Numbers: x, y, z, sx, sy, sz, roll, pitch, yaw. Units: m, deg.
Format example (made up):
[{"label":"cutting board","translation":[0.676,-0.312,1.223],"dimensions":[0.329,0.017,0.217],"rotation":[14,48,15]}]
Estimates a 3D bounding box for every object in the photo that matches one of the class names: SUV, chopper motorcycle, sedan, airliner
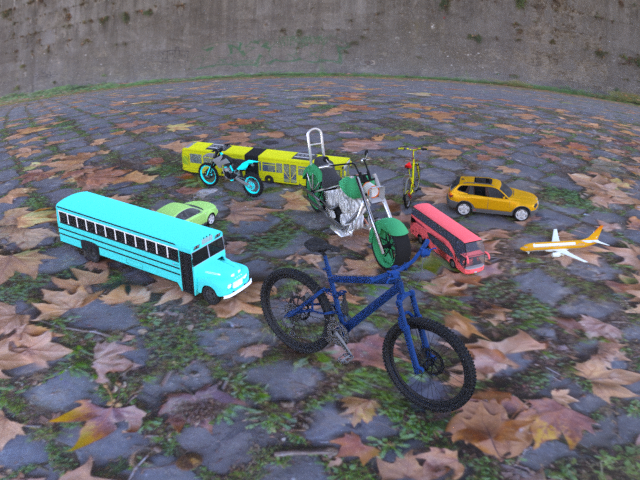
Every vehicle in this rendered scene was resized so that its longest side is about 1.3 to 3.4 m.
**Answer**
[{"label":"SUV","translation":[3.003,-0.759,12.186],"dimensions":[1.572,0.580,0.656],"rotation":[6,27,13]},{"label":"chopper motorcycle","translation":[0.507,-0.698,11.028],"dimensions":[0.906,1.480,3.040],"rotation":[-13,29,-24]},{"label":"sedan","translation":[-2.308,-0.356,11.464],"dimensions":[0.635,0.483,1.613],"rotation":[14,29,26]},{"label":"airliner","translation":[3.731,-0.003,10.796],"dimensions":[1.307,0.429,1.161],"rotation":[-2,26,-5]}]

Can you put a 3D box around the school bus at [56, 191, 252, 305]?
[{"label":"school bus","translation":[-2.461,0.060,10.191],"dimensions":[3.322,0.844,0.709],"rotation":[16,30,29]}]

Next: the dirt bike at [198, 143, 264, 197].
[{"label":"dirt bike","translation":[-1.679,-1.298,12.982],"dimensions":[1.493,0.857,0.527],"rotation":[14,29,27]}]

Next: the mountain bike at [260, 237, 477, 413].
[{"label":"mountain bike","translation":[0.420,0.807,7.678],"dimensions":[2.857,1.688,1.114],"rotation":[18,31,33]}]

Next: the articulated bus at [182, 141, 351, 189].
[{"label":"articulated bus","translation":[-1.063,-1.460,13.655],"dimensions":[3.401,0.561,0.605],"rotation":[8,27,16]}]

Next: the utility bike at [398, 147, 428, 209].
[{"label":"utility bike","translation":[1.615,-1.175,12.626],"dimensions":[0.535,0.946,1.435],"rotation":[8,27,16]}]

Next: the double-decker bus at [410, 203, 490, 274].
[{"label":"double-decker bus","translation":[1.941,-0.025,10.713],"dimensions":[0.389,0.541,1.672],"rotation":[-11,28,-21]}]
